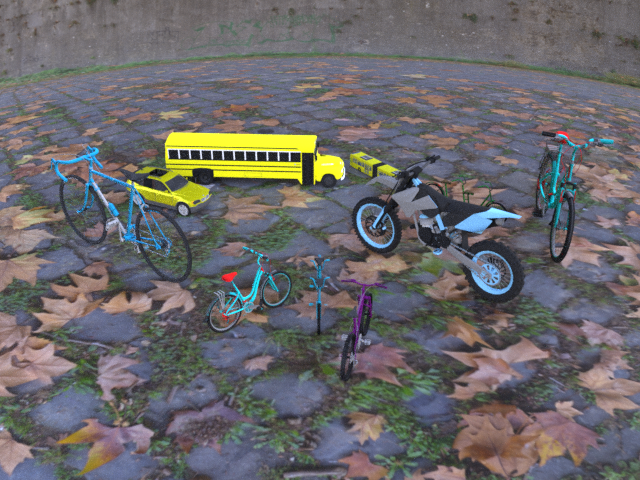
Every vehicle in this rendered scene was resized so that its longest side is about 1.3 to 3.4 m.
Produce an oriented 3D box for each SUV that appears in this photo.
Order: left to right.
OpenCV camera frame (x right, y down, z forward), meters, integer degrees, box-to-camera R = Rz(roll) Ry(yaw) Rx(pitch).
[{"bbox_3d":[-2.651,-0.891,12.243,1.572,0.580,0.656,13,31,22],"label":"SUV"}]

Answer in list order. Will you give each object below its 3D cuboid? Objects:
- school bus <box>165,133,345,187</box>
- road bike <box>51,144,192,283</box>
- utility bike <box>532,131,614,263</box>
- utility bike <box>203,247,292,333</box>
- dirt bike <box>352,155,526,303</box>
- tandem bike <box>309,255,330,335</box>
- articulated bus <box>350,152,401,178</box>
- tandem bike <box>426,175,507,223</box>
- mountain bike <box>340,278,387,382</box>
[{"bbox_3d":[-1.189,-1.523,13.120,3.322,0.844,0.709,2,29,3],"label":"school bus"},{"bbox_3d":[-2.948,-0.411,10.251,3.004,1.656,0.696,20,35,32],"label":"road bike"},{"bbox_3d":[3.832,-0.926,10.999,1.039,1.839,2.791,4,29,7],"label":"utility bike"},{"bbox_3d":[-0.963,0.611,9.127,1.435,0.946,0.535,-23,36,-36],"label":"utility bike"},{"bbox_3d":[1.594,-0.220,9.892,2.903,1.666,1.024,23,36,36],"label":"dirt bike"},{"bbox_3d":[-0.009,0.596,9.430,0.283,0.682,1.642,0,29,0],"label":"tandem bike"},{"bbox_3d":[1.192,-1.275,13.245,0.311,0.289,1.749,-19,34,-31],"label":"articulated bus"},{"bbox_3d":[2.449,-0.753,11.886,1.642,0.682,0.283,22,35,34],"label":"tandem bike"},{"bbox_3d":[0.461,1.021,8.461,0.573,0.868,1.469,8,30,14],"label":"mountain bike"}]
